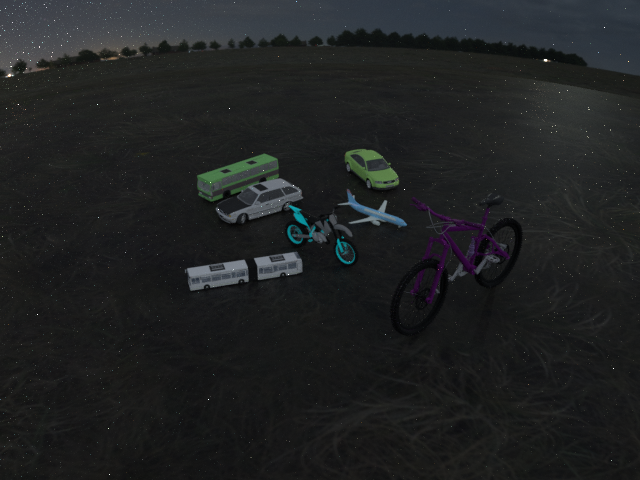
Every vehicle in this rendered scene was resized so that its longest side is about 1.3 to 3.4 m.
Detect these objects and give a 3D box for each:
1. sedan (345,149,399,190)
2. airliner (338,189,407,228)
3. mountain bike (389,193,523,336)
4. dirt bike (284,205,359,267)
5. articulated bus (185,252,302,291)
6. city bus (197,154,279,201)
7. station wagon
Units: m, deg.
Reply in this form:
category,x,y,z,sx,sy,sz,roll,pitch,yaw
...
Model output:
category,x,y,z,sx,sy,sz,roll,pitch,yaw
sedan,1.031,-1.472,14.056,0.635,0.483,1.613,-11,30,-20
airliner,0.982,-0.550,12.390,1.307,0.429,1.161,20,34,32
mountain bike,1.971,0.210,9.635,2.857,1.688,1.114,-23,36,-36
dirt bike,0.012,-0.125,11.143,1.493,0.857,0.527,21,34,34
articulated bus,-1.142,0.470,10.633,1.749,0.289,0.311,-8,29,-15
city bus,-1.568,-1.204,13.581,1.674,0.460,0.476,-24,37,-38
station wagon,-1.102,-0.734,12.688,1.597,0.473,0.682,-18,33,-30
